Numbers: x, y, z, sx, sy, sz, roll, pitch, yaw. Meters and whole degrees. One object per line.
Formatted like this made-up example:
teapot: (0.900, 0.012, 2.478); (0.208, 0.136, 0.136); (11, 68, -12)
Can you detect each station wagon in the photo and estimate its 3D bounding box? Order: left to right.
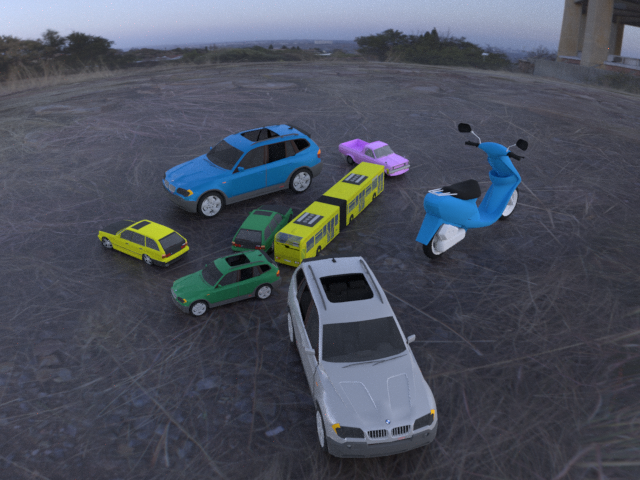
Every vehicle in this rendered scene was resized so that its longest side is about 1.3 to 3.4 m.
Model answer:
station wagon: (-2.859, -0.043, 11.205); (1.597, 0.473, 0.682); (18, 33, 30)
station wagon: (-0.925, -0.251, 11.592); (0.682, 0.473, 1.597); (7, 29, 13)

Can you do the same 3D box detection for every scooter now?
scooter: (2.504, -0.823, 11.269); (2.721, 1.786, 1.288); (-25, 37, -38)

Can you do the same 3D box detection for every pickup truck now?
pickup truck: (1.092, -1.740, 14.316); (0.640, 0.511, 1.603); (-21, 35, -34)

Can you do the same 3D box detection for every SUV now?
SUV: (-1.334, 0.565, 9.963); (1.572, 0.580, 0.656); (-13, 31, -23)
SUV: (-1.409, -1.376, 12.989); (3.058, 1.128, 1.276); (-18, 33, -30)
SUV: (0.384, 1.196, 8.215); (1.276, 1.128, 3.058); (-6, 29, -10)

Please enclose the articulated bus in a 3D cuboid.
articulated bus: (0.268, -0.518, 11.994); (0.605, 0.561, 3.401); (13, 31, 23)
